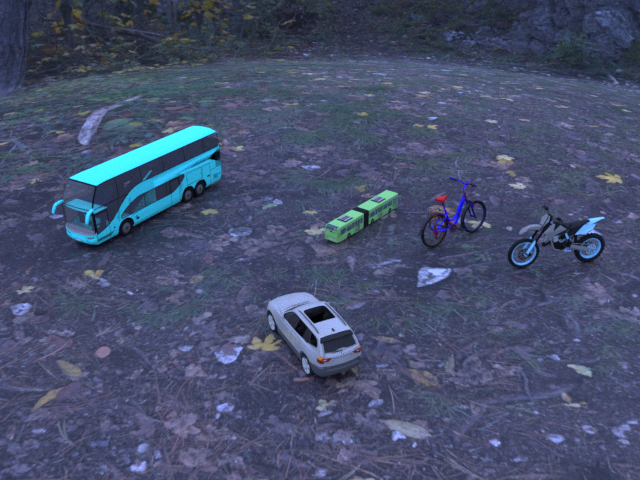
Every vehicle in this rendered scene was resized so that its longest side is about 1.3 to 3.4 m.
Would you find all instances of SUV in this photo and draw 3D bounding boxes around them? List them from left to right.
[{"bbox_3d":[-0.093,1.014,8.279,0.656,0.580,1.572,-13,30,-24],"label":"SUV"}]

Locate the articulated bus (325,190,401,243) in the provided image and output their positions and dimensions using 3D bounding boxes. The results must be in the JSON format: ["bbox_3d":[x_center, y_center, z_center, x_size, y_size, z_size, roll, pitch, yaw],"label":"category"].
[{"bbox_3d":[0.706,-0.399,11.330,0.311,0.289,1.749,20,33,33],"label":"articulated bus"}]

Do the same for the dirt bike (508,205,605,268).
[{"bbox_3d":[3.406,-0.018,9.974,1.493,0.857,0.527,-5,28,-10],"label":"dirt bike"}]

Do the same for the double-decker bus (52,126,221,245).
[{"bbox_3d":[-2.867,-0.947,11.559,0.756,1.052,3.251,15,31,27],"label":"double-decker bus"}]

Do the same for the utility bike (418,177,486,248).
[{"bbox_3d":[2.018,-0.450,10.714,1.435,0.946,0.535,-18,32,-31],"label":"utility bike"}]
